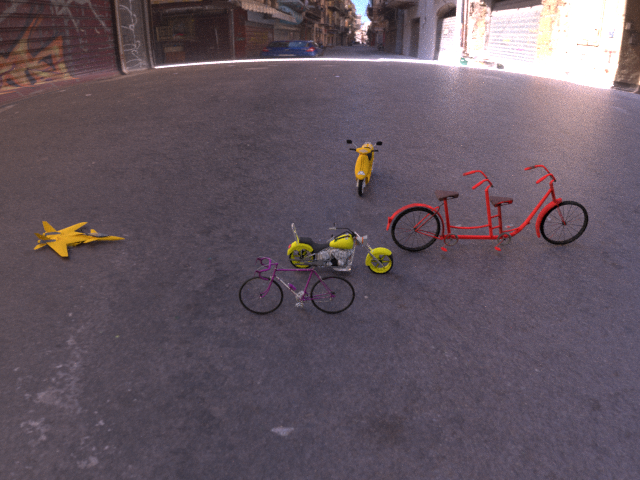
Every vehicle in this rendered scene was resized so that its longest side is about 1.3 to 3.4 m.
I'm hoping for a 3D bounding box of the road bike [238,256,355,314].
[{"bbox_3d":[-0.308,0.621,9.233,1.545,0.852,0.358,0,28,-1],"label":"road bike"}]

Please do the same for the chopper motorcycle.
[{"bbox_3d":[0.298,0.127,10.244,1.563,0.761,0.466,2,28,4],"label":"chopper motorcycle"}]

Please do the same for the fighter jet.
[{"bbox_3d":[-3.798,-0.086,11.138,1.358,0.286,1.147,-1,28,-1],"label":"fighter jet"}]

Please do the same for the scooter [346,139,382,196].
[{"bbox_3d":[0.831,-1.478,13.049,0.662,0.919,1.399,5,29,8],"label":"scooter"}]

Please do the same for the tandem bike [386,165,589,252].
[{"bbox_3d":[2.606,-0.451,10.720,3.192,1.326,0.550,-2,28,-4],"label":"tandem bike"}]
